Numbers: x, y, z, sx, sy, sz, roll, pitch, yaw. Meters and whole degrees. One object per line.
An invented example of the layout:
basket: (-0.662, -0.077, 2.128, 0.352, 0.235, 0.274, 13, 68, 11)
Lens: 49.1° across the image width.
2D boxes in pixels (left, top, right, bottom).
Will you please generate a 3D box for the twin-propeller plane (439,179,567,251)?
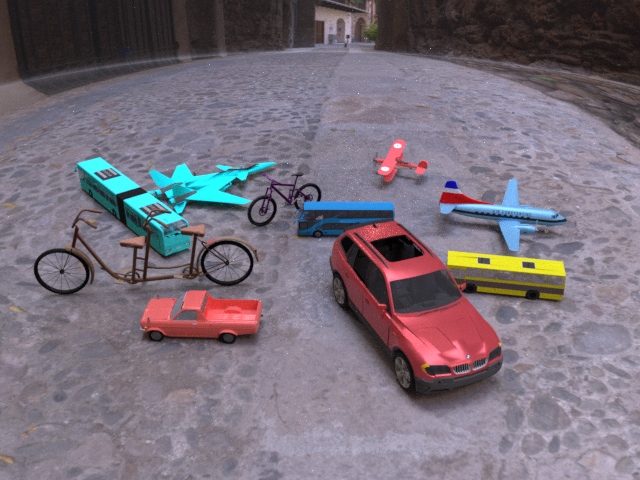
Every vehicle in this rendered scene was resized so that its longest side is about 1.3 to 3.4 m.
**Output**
twin-propeller plane: (3.073, -0.550, 11.769, 2.129, 0.792, 2.663, 7, 30, 11)

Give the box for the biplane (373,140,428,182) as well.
biplane: (1.554, -1.465, 13.661, 1.090, 0.504, 1.336, 11, 31, 18)

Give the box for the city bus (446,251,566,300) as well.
city bus: (2.677, 0.529, 10.213, 1.674, 0.460, 0.476, 5, 30, 9)

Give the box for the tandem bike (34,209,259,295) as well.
tandem bike: (-2.486, 0.161, 9.984, 3.192, 1.326, 0.550, -3, 30, -5)

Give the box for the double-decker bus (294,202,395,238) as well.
double-decker bus: (0.403, -0.347, 11.665, 1.672, 0.541, 0.389, 0, 30, 1)

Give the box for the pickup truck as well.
pickup truck: (-1.579, 0.991, 9.352, 1.603, 0.511, 0.640, 1, 30, 2)

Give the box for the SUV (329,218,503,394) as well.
SUV: (1.155, 0.733, 9.182, 1.276, 1.128, 3.058, -12, 32, -19)

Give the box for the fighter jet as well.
fighter jet: (-1.877, -1.266, 13.259, 2.640, 0.557, 2.229, -24, 37, -35)

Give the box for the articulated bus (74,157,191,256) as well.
articulated bus: (-3.314, -0.651, 12.177, 0.605, 0.561, 3.401, -22, 36, -33)

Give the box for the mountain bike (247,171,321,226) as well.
mountain bike: (-0.601, -0.752, 12.045, 1.469, 0.868, 0.573, -18, 34, -28)
